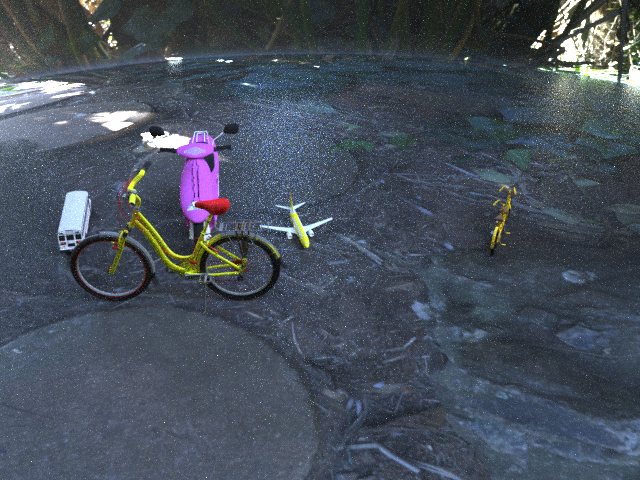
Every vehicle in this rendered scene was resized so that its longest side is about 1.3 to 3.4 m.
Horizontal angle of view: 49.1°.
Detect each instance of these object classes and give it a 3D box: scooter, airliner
[{"bbox_3d":[-1.851,-1.015,10.760,1.288,1.786,2.721,-3,28,-6],"label":"scooter"},{"bbox_3d":[-0.337,-0.299,10.861,1.161,0.429,1.307,-6,29,-12],"label":"airliner"}]

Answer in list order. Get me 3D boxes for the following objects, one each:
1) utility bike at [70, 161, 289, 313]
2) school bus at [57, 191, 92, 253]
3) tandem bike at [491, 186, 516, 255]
[{"bbox_3d":[-1.797,0.060,8.706,2.791,1.839,1.039,-1,28,-1],"label":"utility bike"},{"bbox_3d":[-3.812,-0.339,10.931,0.365,0.434,1.708,-6,29,-11],"label":"school bus"},{"bbox_3d":[2.789,-0.353,10.696,0.283,0.682,1.642,11,30,20],"label":"tandem bike"}]
